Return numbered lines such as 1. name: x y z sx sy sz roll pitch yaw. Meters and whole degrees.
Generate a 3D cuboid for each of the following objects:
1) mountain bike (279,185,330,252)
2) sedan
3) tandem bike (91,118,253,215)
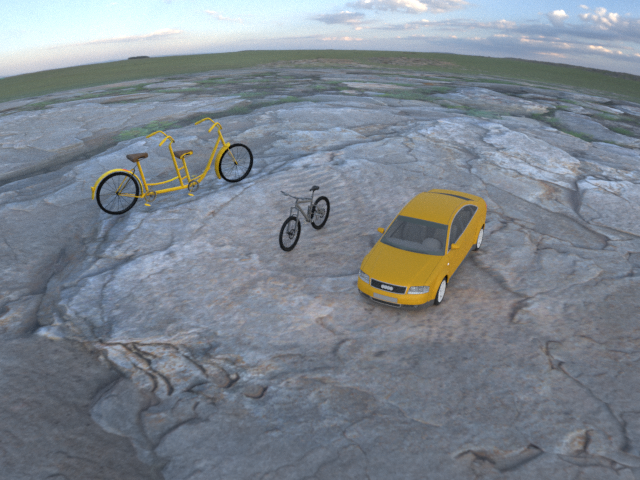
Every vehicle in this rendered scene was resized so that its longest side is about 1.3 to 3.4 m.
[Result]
1. mountain bike: -0.230 -0.410 11.093 0.573 0.868 1.469 15 31 27
2. sedan: 1.569 -0.035 10.276 1.235 0.940 3.137 13 30 24
3. tandem bike: -2.550 -1.356 12.448 3.192 1.326 0.550 -19 33 -33
